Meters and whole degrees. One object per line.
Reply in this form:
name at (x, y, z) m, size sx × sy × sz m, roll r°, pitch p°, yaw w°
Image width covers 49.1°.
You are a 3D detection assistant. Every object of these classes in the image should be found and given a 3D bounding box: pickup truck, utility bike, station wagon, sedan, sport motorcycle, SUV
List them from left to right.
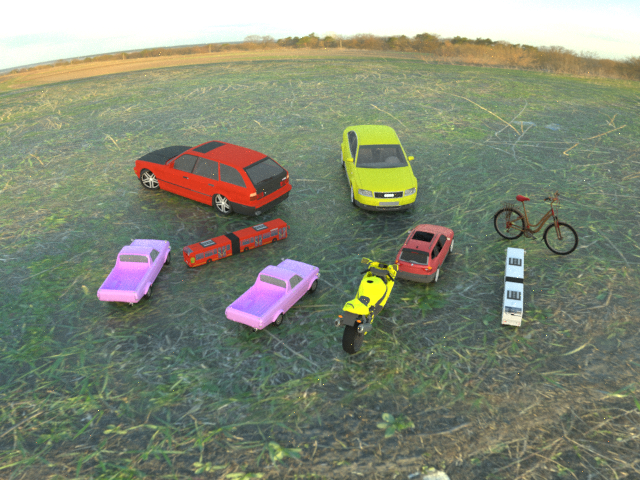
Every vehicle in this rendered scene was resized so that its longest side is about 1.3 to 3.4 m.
pickup truck at (-2.647, 0.392, 10.081) m, size 0.640 × 0.511 × 1.603 m, roll 3°, pitch 28°, yaw 5°
station wagon at (-2.041, -1.291, 12.784) m, size 3.105 × 0.920 × 1.327 m, roll 18°, pitch 33°, yaw 30°
pickup truck at (-0.611, 0.681, 9.542) m, size 0.640 × 0.511 × 1.603 m, roll 14°, pitch 31°, yaw 25°
sport motorcycle at (0.622, 0.808, 8.977) m, size 0.506 × 0.821 × 1.520 m, roll 12°, pitch 30°, yaw 21°
sedan at (1.073, -1.512, 13.176) m, size 1.235 × 0.940 × 3.137 m, roll -2°, pitch 28°, yaw -3°
SUV at (1.586, 0.108, 10.537) m, size 0.656 × 0.580 × 1.572 m, roll 11°, pitch 30°, yaw 19°
utility bike at (3.398, -0.348, 11.000) m, size 1.435 × 0.946 × 0.535 m, roll 20°, pitch 34°, yaw 32°

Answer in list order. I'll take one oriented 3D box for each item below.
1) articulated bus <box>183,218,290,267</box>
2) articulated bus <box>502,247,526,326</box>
articulated bus at (-1.292, 0.034, 10.984) m, size 1.749 × 0.289 × 0.311 m, roll -18°, pitch 33°, yaw -30°
articulated bus at (2.733, 0.625, 9.882) m, size 0.311 × 0.289 × 1.749 m, roll 7°, pitch 29°, yaw 13°
